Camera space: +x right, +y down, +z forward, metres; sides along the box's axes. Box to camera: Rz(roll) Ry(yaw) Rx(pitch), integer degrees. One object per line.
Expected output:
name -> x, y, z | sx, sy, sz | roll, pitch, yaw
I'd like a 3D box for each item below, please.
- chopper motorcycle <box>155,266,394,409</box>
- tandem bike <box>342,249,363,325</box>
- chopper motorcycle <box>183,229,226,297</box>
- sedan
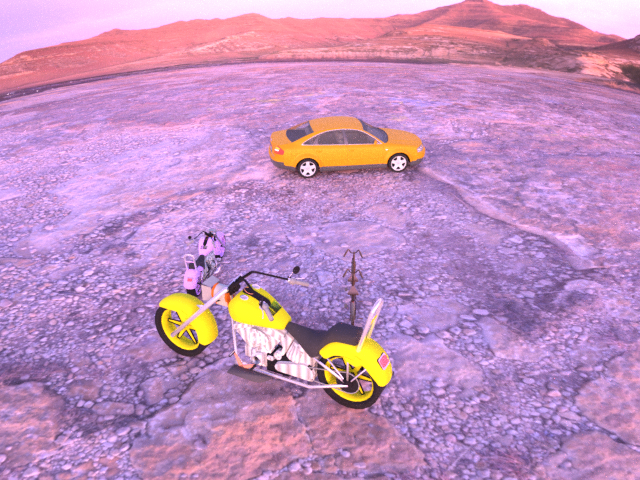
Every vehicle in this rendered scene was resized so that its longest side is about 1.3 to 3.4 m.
chopper motorcycle -> -0.618, 0.962, 7.902 | 3.040, 1.480, 0.906 | 13, 31, 24
tandem bike -> 0.443, 0.615, 9.402 | 0.283, 0.682, 1.642 | 1, 28, 2
chopper motorcycle -> -1.642, 0.198, 10.100 | 0.466, 0.761, 1.563 | 4, 28, 8
sedan -> 0.545, -1.928, 13.897 | 3.137, 0.940, 1.235 | -4, 28, -8
